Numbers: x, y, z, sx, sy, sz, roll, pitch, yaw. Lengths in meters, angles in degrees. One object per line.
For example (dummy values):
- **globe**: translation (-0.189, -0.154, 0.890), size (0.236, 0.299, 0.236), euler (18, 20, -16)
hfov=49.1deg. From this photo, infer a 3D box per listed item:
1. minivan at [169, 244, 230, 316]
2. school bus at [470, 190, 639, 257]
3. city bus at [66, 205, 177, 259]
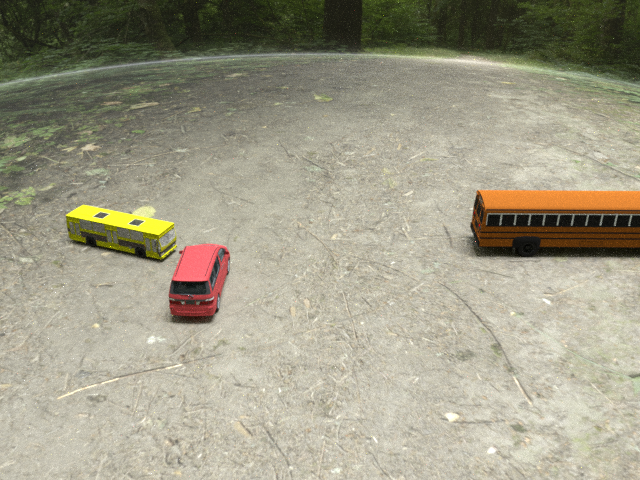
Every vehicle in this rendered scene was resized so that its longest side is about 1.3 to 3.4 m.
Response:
- **minivan**: translation (-1.579, 0.416, 9.293), size (0.681, 0.616, 1.548), euler (1, 28, 1)
- **school bus**: translation (3.956, -0.266, 10.325), size (3.322, 0.844, 0.709), euler (0, 28, 1)
- **city bus**: translation (-2.963, -0.109, 10.438), size (1.674, 0.460, 0.476), euler (11, 30, 20)
